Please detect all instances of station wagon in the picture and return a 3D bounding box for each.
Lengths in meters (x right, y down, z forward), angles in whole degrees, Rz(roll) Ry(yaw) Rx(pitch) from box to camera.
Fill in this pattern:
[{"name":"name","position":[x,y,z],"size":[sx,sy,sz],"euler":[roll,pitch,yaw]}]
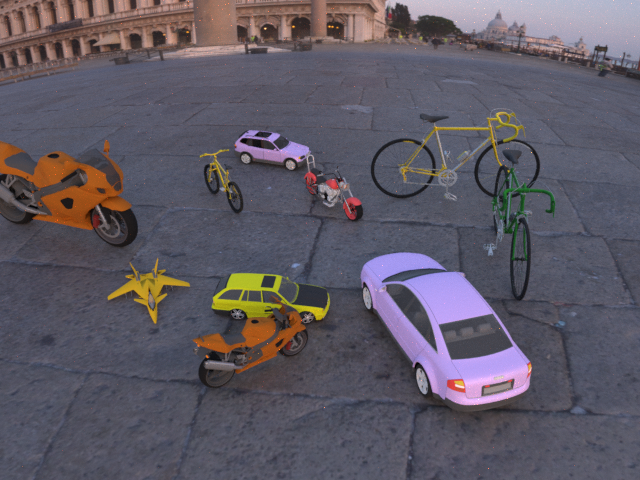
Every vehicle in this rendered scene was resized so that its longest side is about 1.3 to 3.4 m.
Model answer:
[{"name":"station wagon","position":[-0.661,0.765,9.593],"size":[1.597,0.473,0.682],"euler":[3,30,5]}]

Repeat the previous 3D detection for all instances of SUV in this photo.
[{"name":"SUV","position":[-0.960,-1.845,14.108],"size":[1.572,0.580,0.656],"euler":[10,31,17]}]

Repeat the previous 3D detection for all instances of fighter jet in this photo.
[{"name":"fighter jet","position":[-2.402,0.721,9.862],"size":[1.147,0.286,1.358],"euler":[-9,31,-15]}]

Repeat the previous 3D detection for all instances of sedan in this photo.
[{"name":"sedan","position":[1.463,0.908,8.867],"size":[1.235,0.940,3.137],"euler":[-9,31,-16]}]

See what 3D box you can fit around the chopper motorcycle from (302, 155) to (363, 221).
[{"name":"chopper motorcycle","position":[0.223,-0.921,12.288],"size":[0.466,0.761,1.563],"euler":[-20,35,-31]}]

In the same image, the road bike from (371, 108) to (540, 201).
[{"name":"road bike","position":[2.410,-1.478,12.363],"size":[3.004,1.656,0.696],"euler":[1,29,1]}]

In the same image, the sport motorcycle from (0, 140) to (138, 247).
[{"name":"sport motorcycle","position":[-4.222,-0.812,11.245],"size":[2.955,1.596,0.983],"euler":[12,32,20]}]

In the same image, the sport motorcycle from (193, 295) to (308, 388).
[{"name":"sport motorcycle","position":[-0.795,1.237,8.403],"size":[1.520,0.821,0.506],"euler":[-18,34,-28]}]

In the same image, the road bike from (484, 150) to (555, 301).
[{"name":"road bike","position":[2.866,-0.400,10.454],"size":[0.697,1.656,3.004],"euler":[2,30,4]}]

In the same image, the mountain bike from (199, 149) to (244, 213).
[{"name":"mountain bike","position":[-1.733,-1.065,12.434],"size":[0.573,0.868,1.469],"euler":[-18,34,-29]}]
